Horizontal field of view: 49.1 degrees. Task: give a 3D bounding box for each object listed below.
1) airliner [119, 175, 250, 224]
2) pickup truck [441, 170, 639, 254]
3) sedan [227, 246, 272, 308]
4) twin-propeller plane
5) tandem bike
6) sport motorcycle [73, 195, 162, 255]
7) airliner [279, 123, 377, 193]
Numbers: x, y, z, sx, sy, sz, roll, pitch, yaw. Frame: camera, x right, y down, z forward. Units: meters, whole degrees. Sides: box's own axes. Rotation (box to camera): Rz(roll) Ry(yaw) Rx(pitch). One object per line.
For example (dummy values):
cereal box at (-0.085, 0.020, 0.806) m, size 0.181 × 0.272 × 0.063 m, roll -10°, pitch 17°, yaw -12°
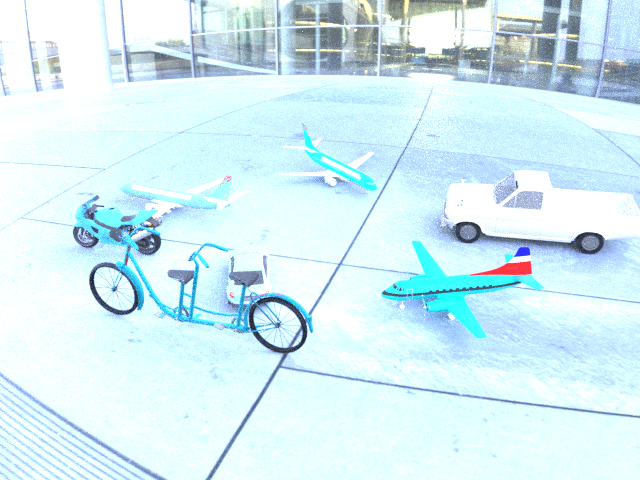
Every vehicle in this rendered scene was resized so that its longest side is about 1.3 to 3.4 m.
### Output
airliner at (-2.567, -0.927, 12.344) m, size 2.541 × 0.835 × 2.257 m, roll 12°, pitch 28°, yaw 23°
pickup truck at (3.554, -0.537, 11.356) m, size 3.117 × 0.993 × 1.244 m, roll 5°, pitch 26°, yaw 11°
sedan at (-1.004, 0.437, 9.929) m, size 0.635 × 0.483 × 1.613 m, roll -2°, pitch 26°, yaw -5°
twin-propeller plane at (1.859, 0.517, 9.409) m, size 2.129 × 0.792 × 2.663 m, roll -4°, pitch 26°, yaw -9°
tandem bike at (-1.568, 0.595, 8.636) m, size 3.192 × 1.326 × 0.550 m, roll 10°, pitch 27°, yaw 19°
sport motorcycle at (-3.169, -0.203, 10.863) m, size 1.520 × 0.821 × 0.506 m, roll 6°, pitch 26°, yaw 12°
airliner at (0.328, -1.609, 13.753) m, size 2.257 × 0.835 × 2.541 m, roll -17°, pitch 30°, yaw -31°
